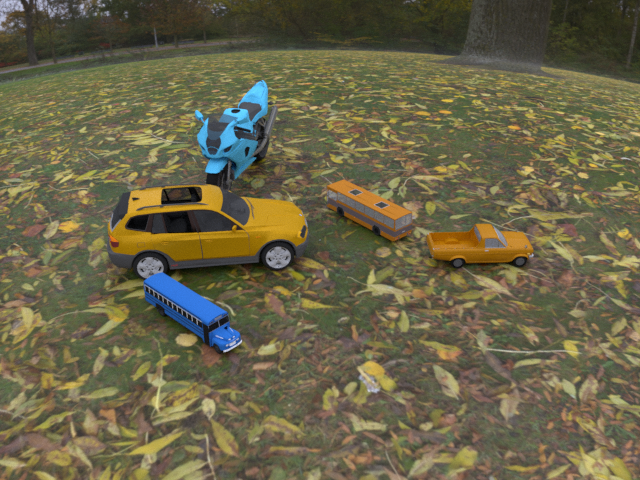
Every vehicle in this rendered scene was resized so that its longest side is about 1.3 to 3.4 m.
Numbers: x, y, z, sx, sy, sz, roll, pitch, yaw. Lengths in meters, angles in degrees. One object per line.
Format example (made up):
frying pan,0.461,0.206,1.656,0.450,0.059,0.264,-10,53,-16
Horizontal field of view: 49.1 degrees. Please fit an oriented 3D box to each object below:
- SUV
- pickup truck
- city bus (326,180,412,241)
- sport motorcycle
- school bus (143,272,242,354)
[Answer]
SUV,-1.699,-0.229,10.703,3.058,1.128,1.276,-5,30,-8
pickup truck,2.466,0.060,10.819,1.603,0.511,0.640,-1,30,-2
city bus,0.807,-0.499,11.843,0.476,0.460,1.674,-23,37,-34
sport motorcycle,-1.516,-1.868,13.085,0.983,1.596,2.955,7,31,13
school bus,-1.710,0.957,9.334,1.708,0.434,0.365,25,38,36
